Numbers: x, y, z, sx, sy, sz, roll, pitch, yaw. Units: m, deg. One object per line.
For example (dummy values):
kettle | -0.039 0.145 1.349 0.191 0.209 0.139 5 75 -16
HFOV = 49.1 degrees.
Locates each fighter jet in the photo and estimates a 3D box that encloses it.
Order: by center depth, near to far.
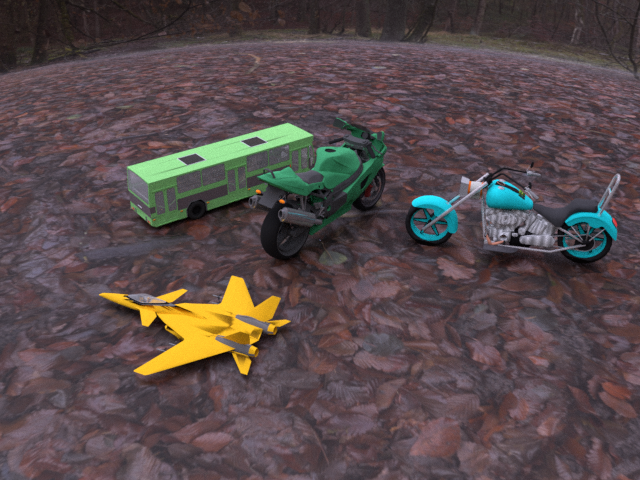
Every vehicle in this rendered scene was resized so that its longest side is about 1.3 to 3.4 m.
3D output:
fighter jet | -1.811 0.871 8.986 2.640 0.557 2.229 13 33 21

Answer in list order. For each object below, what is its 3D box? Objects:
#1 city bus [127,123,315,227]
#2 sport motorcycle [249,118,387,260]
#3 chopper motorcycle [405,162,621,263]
city bus | -1.618 -1.138 12.077 3.255 0.894 0.926 -21 37 -32
sport motorcycle | 0.119 -0.820 10.842 0.983 1.596 2.955 23 38 34
chopper motorcycle | 2.805 -0.445 10.318 3.040 1.480 0.906 8 31 14
